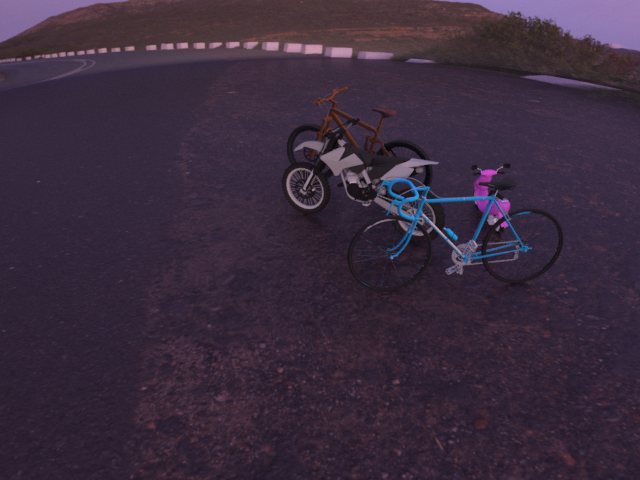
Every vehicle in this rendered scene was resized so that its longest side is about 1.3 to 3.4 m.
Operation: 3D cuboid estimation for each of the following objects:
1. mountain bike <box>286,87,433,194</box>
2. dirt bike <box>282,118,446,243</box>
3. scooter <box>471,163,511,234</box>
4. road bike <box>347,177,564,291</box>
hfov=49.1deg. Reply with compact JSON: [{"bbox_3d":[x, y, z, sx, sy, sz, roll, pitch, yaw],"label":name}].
[{"bbox_3d":[0.651,-1.670,12.338,2.857,1.688,1.114,14,31,25],"label":"mountain bike"},{"bbox_3d":[0.617,-0.942,10.995,2.903,1.666,1.024,15,32,26],"label":"dirt bike"},{"bbox_3d":[2.793,-0.744,11.419,0.662,0.919,1.399,-4,28,-7],"label":"scooter"},{"bbox_3d":[1.859,-0.078,9.385,3.004,1.656,0.697,-3,28,-6],"label":"road bike"}]
